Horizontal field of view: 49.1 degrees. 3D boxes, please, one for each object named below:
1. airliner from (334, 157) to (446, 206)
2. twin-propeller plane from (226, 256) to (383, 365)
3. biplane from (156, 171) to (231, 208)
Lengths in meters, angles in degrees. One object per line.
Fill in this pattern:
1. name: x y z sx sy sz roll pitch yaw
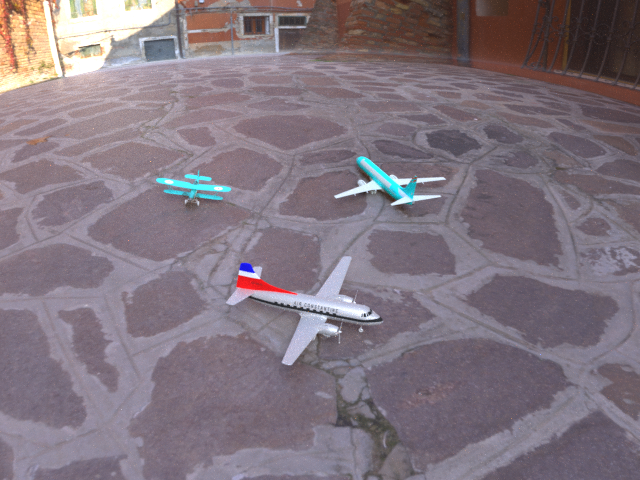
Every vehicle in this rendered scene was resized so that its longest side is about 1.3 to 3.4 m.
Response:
1. airliner: 1.218 -1.267 13.116 2.257 0.835 2.541 -11 31 -18
2. twin-propeller plane: -0.168 0.795 9.536 2.129 0.792 2.663 9 31 16
3. biplane: -2.288 -0.957 12.906 1.336 0.504 1.090 0 30 0
